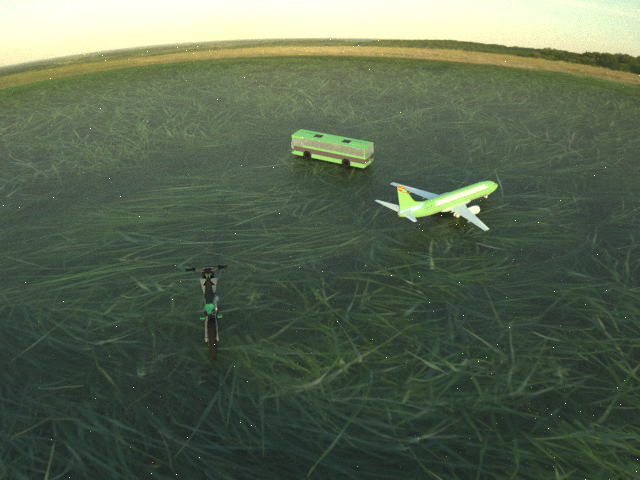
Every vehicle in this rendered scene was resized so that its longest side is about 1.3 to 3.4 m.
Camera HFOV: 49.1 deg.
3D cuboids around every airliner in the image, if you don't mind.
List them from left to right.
[{"bbox_3d":[2.205,-0.842,11.950,2.541,0.835,2.257,-20,34,-32],"label":"airliner"}]

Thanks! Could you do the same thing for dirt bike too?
[{"bbox_3d":[-1.413,0.797,8.940,0.527,0.857,1.493,-4,29,-8],"label":"dirt bike"}]

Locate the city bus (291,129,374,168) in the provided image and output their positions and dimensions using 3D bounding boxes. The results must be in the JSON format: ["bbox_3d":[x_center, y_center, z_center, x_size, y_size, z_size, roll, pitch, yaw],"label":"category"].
[{"bbox_3d":[0.242,-1.832,14.145,1.674,0.460,0.476,15,32,25],"label":"city bus"}]
